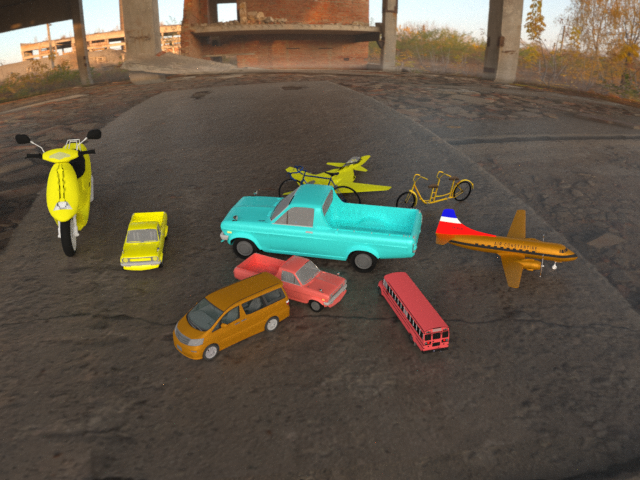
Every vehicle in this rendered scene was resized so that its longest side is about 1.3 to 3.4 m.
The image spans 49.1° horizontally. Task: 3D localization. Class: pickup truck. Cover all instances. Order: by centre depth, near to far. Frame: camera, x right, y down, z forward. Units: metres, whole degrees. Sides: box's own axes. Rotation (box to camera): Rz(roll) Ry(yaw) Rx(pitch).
[{"bbox_3d":[-0.426,0.522,9.928,1.603,0.511,0.640,14,30,25],"label":"pickup truck"},{"bbox_3d":[0.026,-0.277,10.970,3.117,0.993,1.244,6,27,11],"label":"pickup truck"},{"bbox_3d":[-2.762,-0.053,11.062,0.640,0.511,1.603,-3,27,-6],"label":"pickup truck"}]

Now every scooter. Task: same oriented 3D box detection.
[{"bbox_3d":[-4.139,-1.022,11.562,1.288,1.786,2.721,-6,27,-11],"label":"scooter"}]

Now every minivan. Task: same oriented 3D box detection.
[{"bbox_3d":[-1.137,0.953,8.964,1.548,0.616,0.681,-21,34,-35],"label":"minivan"}]

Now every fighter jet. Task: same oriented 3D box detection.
[{"bbox_3d":[0.428,-1.407,13.677,2.229,0.557,2.640,14,30,25],"label":"fighter jet"}]

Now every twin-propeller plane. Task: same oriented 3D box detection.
[{"bbox_3d":[2.829,-0.007,10.661,2.129,0.792,2.663,8,28,15],"label":"twin-propeller plane"}]

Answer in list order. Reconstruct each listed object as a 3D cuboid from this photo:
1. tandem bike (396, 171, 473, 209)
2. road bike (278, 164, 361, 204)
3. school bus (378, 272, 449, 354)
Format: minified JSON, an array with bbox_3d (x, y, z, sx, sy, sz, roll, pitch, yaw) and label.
[{"bbox_3d":[2.081,-0.908,12.558,1.642,0.682,0.283,-12,29,-22],"label":"tandem bike"},{"bbox_3d":[-0.017,-0.850,12.255,1.545,0.852,0.358,9,28,18],"label":"road bike"},{"bbox_3d":[1.196,0.889,9.290,0.365,0.434,1.708,-7,28,-14],"label":"school bus"}]
